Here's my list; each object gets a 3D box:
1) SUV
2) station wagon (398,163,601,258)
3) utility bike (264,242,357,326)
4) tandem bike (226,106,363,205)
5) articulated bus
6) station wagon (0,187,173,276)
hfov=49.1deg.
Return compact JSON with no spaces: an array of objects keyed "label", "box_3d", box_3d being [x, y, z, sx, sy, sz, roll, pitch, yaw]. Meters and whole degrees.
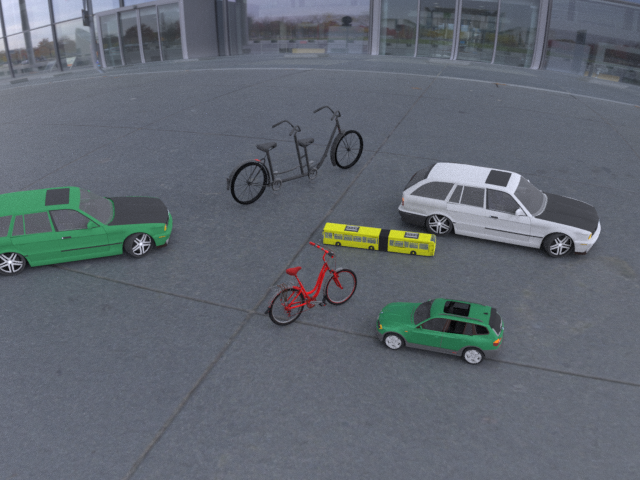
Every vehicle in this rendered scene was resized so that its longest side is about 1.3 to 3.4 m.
[{"label":"SUV","box_3d":[1.478,1.039,8.633,1.572,0.580,0.656,8,30,15]},{"label":"station wagon","box_3d":[2.869,-0.570,11.189,3.105,0.920,1.327,11,31,19]},{"label":"utility bike","box_3d":[-0.128,0.550,9.139,1.435,0.946,0.535,-18,33,-29]},{"label":"tandem bike","box_3d":[-0.368,-1.580,12.596,3.192,1.326,0.550,-23,36,-35]},{"label":"articulated bus","box_3d":[0.901,-0.012,10.833,1.749,0.289,0.311,7,30,12]},{"label":"station wagon","box_3d":[-3.833,-0.264,10.636,3.105,0.920,1.327,-8,30,-14]}]
